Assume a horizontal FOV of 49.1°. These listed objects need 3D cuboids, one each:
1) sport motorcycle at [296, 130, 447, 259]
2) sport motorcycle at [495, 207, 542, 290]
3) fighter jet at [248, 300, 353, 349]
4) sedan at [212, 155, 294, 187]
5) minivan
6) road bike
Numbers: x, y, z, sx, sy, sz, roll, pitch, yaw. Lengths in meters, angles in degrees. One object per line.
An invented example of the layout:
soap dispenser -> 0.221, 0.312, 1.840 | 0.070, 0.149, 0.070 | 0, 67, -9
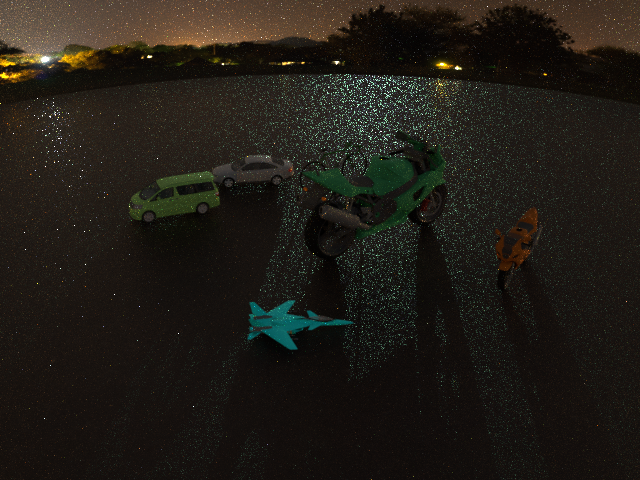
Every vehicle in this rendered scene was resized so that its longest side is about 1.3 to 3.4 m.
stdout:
sport motorcycle -> 0.945, -0.709, 11.005 | 2.955, 1.596, 0.983 | -18, 31, -32
sport motorcycle -> 2.877, 0.113, 10.208 | 0.506, 0.821, 1.520 | 14, 29, 27
fighter jet -> -0.246, 1.010, 8.986 | 1.358, 0.286, 1.147 | -1, 26, -3
sedan -> -1.318, -1.370, 13.616 | 1.613, 0.483, 0.635 | -4, 26, -8
minivan -> -2.562, -0.771, 12.245 | 1.548, 0.616, 0.681 | -10, 28, -20
road bike -> 0.269, -1.413, 13.286 | 1.545, 0.852, 0.358 | -16, 30, -29
